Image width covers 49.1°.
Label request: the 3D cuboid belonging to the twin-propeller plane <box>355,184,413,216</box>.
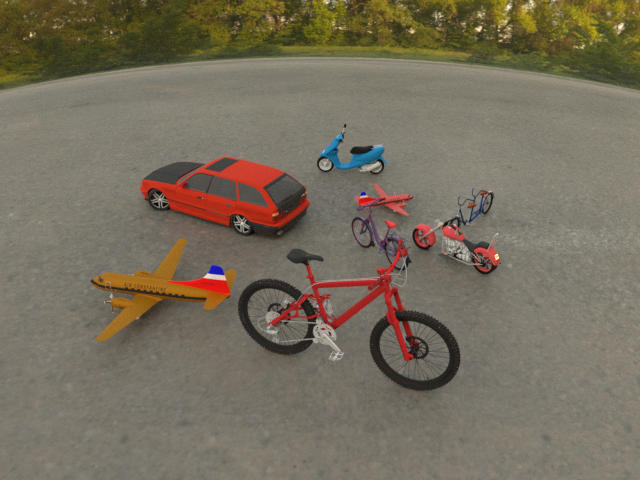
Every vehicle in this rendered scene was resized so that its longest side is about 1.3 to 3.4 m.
[{"bbox_3d":[1.186,-0.745,12.532,1.095,0.407,1.370,-10,31,-18],"label":"twin-propeller plane"}]

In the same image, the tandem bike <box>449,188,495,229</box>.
[{"bbox_3d":[2.591,-0.548,11.902,0.283,0.682,1.642,21,36,33],"label":"tandem bike"}]

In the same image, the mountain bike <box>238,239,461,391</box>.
[{"bbox_3d":[0.281,0.879,8.344,2.857,1.688,1.114,11,31,19],"label":"mountain bike"}]

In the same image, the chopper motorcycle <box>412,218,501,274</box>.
[{"bbox_3d":[2.099,-0.006,10.860,1.563,0.761,0.466,26,38,38],"label":"chopper motorcycle"}]

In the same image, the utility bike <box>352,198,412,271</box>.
[{"bbox_3d":[0.896,-0.102,10.841,0.535,0.946,1.435,-19,35,-30],"label":"utility bike"}]

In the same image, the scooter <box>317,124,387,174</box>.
[{"bbox_3d":[0.633,-1.746,13.788,1.399,0.919,0.662,3,30,5],"label":"scooter"}]

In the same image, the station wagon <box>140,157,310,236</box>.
[{"bbox_3d":[-1.748,-0.929,12.335,3.105,0.920,1.327,16,33,26],"label":"station wagon"}]

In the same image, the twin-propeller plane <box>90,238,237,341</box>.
[{"bbox_3d":[-2.259,0.589,9.771,2.129,0.792,2.663,7,30,11],"label":"twin-propeller plane"}]
